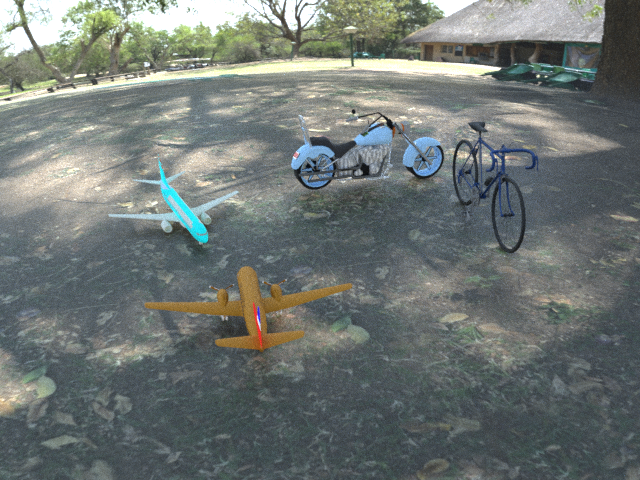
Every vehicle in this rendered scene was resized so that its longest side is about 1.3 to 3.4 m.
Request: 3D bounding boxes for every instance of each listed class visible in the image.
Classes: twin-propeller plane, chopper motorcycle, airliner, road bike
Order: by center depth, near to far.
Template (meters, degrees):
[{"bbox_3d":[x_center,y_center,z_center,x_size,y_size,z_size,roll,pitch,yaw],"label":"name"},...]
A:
[{"bbox_3d":[-0.850,0.736,8.782,2.663,0.792,2.129,-5,27,-10],"label":"twin-propeller plane"},{"bbox_3d":[2.693,-1.001,11.334,0.696,1.656,3.004,-4,27,-9],"label":"road bike"},{"bbox_3d":[-2.324,-0.684,11.620,2.257,0.835,2.541,-13,29,-24],"label":"airliner"},{"bbox_3d":[0.936,-1.730,13.017,3.040,1.480,0.906,-9,28,-18],"label":"chopper motorcycle"}]
